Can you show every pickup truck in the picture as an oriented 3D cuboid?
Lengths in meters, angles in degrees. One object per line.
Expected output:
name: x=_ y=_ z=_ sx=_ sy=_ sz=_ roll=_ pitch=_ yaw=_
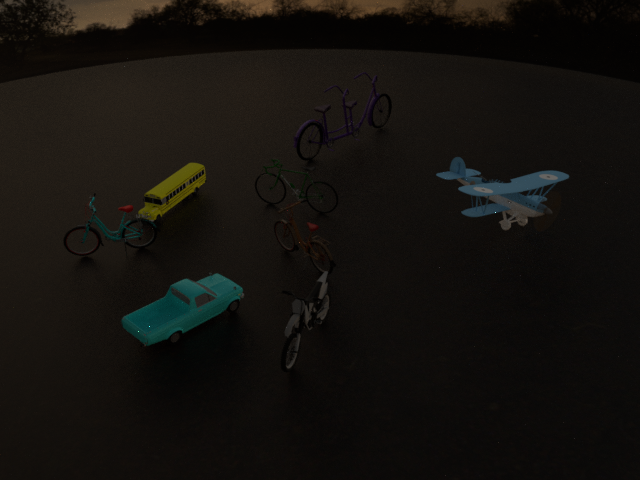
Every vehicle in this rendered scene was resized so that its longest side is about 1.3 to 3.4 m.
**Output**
pickup truck: x=-1.764 y=0.855 z=9.139 sx=0.640 sy=0.511 sz=1.603 roll=26 pitch=38 yaw=37

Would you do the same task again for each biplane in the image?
biplane: x=2.962 y=-0.806 z=11.587 sx=2.598 sy=0.981 sz=2.120 roll=-21 pitch=36 yaw=-33

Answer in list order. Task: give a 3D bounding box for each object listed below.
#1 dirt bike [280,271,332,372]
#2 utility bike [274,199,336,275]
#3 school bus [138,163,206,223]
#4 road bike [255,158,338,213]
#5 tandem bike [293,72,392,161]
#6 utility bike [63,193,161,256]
dirt bike: x=-0.149 y=0.943 z=8.633 sx=0.527 sy=0.857 sz=1.493 roll=11 pitch=31 yaw=19
utility bike: x=-0.285 y=-0.049 z=10.291 sx=0.535 sy=0.946 sz=1.435 roll=-22 pitch=37 yaw=-34
school bus: x=-2.569 y=-0.832 z=12.187 sx=0.365 sy=0.434 sz=1.708 roll=12 pitch=32 yaw=19
road bike: x=-0.415 y=-0.916 z=11.911 sx=1.545 sy=0.852 sz=0.358 roll=11 pitch=31 yaw=18
tandem bike: x=0.541 y=-2.605 z=14.407 sx=0.550 sy=1.326 sz=3.192 roll=23 pitch=37 yaw=35
utility bike: x=-3.146 y=-0.194 z=10.545 sx=1.435 sy=0.946 sz=0.535 roll=-8 pitch=31 yaw=-14
